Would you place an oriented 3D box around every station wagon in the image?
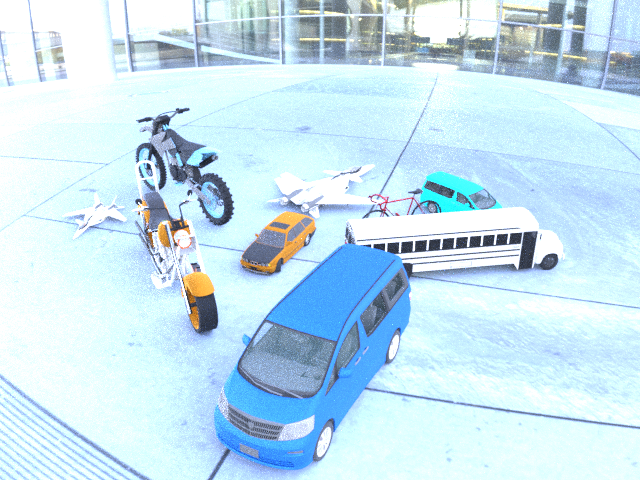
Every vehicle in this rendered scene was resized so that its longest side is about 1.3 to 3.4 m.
[{"bbox_3d":[-0.643,-0.007,10.956,0.682,0.473,1.597,12,30,22],"label":"station wagon"}]

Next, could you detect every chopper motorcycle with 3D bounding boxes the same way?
[{"bbox_3d":[-2.062,0.020,9.816,0.906,1.480,3.040,-13,30,-23],"label":"chopper motorcycle"}]

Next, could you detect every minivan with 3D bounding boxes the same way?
[{"bbox_3d":[0.013,1.179,7.897,1.324,1.197,3.011,14,31,25],"label":"minivan"},{"bbox_3d":[2.472,-0.673,12.081,0.681,0.616,1.548,-22,35,-36],"label":"minivan"}]

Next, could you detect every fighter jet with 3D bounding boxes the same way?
[{"bbox_3d":[-3.892,-0.396,11.905,1.147,0.286,1.358,5,28,9],"label":"fighter jet"},{"bbox_3d":[0.294,-1.176,13.109,2.229,0.557,2.640,20,33,33],"label":"fighter jet"}]

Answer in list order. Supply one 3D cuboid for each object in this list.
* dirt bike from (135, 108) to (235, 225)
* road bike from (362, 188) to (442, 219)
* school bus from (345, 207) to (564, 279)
[{"bbox_3d":[-2.474,-1.352,12.247,1.024,1.666,2.903,-24,36,-38],"label":"dirt bike"},{"bbox_3d":[1.307,-0.409,11.317,1.545,0.852,0.358,-11,30,-20],"label":"road bike"},{"bbox_3d":[2.040,0.046,10.454,3.322,0.844,0.709,-4,28,-8],"label":"school bus"}]
